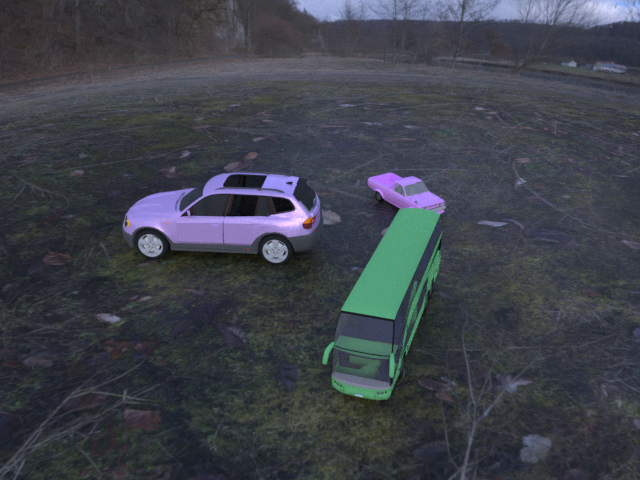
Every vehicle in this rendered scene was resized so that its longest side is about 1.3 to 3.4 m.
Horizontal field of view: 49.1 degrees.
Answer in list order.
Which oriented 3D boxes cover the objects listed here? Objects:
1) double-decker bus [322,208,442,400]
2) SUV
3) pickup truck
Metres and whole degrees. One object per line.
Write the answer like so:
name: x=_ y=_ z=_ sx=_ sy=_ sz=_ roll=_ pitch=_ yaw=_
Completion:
double-decker bus: x=0.895 y=0.674 z=8.556 sx=0.756 sy=1.052 sz=3.251 roll=8 pitch=27 yaw=17
SUV: x=-1.475 y=-0.420 z=10.731 sx=3.058 sy=1.128 sz=1.276 roll=3 pitch=26 yaw=5
pickup truck: x=1.502 y=-0.843 z=12.316 sx=0.640 sy=0.511 sz=1.603 roll=-15 pitch=29 yaw=-28
